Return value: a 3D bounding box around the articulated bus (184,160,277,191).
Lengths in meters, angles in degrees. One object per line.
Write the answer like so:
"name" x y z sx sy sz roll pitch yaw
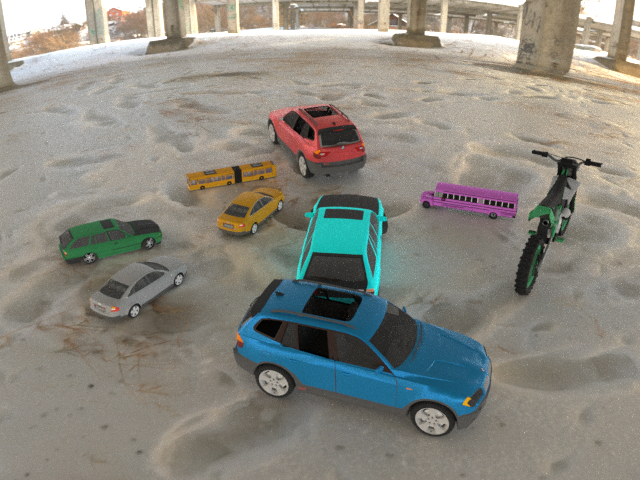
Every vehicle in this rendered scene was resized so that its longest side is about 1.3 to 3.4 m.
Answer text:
"articulated bus" -1.702 -1.244 13.461 1.749 0.289 0.311 -11 32 -19

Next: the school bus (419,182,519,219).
"school bus" 2.623 -0.712 12.398 1.708 0.434 0.365 10 32 17

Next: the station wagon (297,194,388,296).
"station wagon" 0.367 -0.034 10.741 1.327 0.920 3.105 3 30 5

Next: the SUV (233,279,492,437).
"SUV" 0.489 1.266 8.287 3.058 1.128 1.276 10 32 17

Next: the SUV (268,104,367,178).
"SUV" -0.114 -2.236 14.336 1.276 1.128 3.058 -11 32 -19

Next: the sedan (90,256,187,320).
"sedan" -2.582 0.597 10.086 0.635 0.483 1.613 17 34 27

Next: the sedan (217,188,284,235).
"sedan" -1.171 -0.580 12.119 0.635 0.483 1.613 13 33 22

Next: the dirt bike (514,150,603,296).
"dirt bike" 3.522 -0.402 10.631 1.024 1.666 2.903 17 34 26

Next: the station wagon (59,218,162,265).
"station wagon" -3.348 -0.060 11.231 1.597 0.473 0.682 -15 33 -24
